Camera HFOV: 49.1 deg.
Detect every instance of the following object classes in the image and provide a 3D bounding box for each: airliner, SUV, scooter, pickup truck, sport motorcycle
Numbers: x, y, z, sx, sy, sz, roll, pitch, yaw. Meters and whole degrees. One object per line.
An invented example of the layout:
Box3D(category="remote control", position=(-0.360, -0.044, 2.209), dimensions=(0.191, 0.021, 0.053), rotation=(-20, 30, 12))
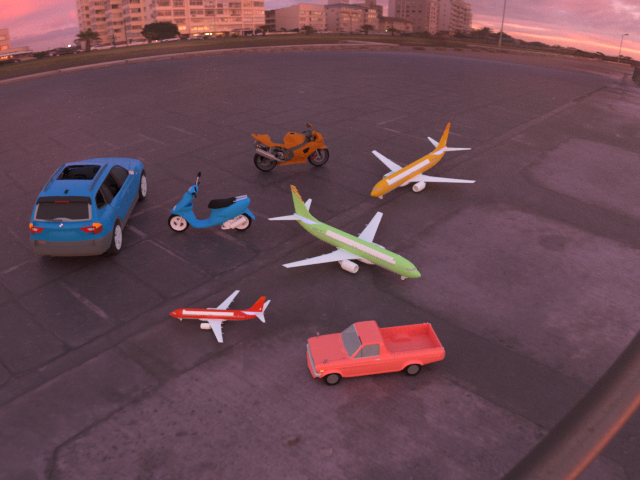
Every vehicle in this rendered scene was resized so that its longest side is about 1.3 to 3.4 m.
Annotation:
Box3D(category="airliner", position=(-1.322, 0.887, 9.072), dimensions=(1.307, 0.429, 1.161), rotation=(2, 29, 4))
Box3D(category="SUV", position=(-3.685, -0.746, 11.296), dimensions=(1.276, 1.128, 3.058), rotation=(0, 29, -1))
Box3D(category="scooter", position=(-1.749, -0.548, 11.155), dimensions=(1.399, 0.919, 0.662), rotation=(-1, 29, -2))
Box3D(category="pickup truck", position=(0.647, 1.271, 8.296), dimensions=(1.603, 0.511, 0.640), rotation=(-5, 29, -9))
Box3D(category="airliner", position=(0.458, -0.106, 10.445), dimensions=(2.541, 0.835, 2.257), rotation=(23, 36, 35))
Box3D(category="sport motorcycle", position=(-0.558, -1.753, 13.427), dimensions=(1.520, 0.821, 0.506), rotation=(-7, 30, -12))
Box3D(category="airliner", position=(1.717, -1.451, 12.869), dimensions=(2.257, 0.835, 2.541), rotation=(23, 36, 35))
